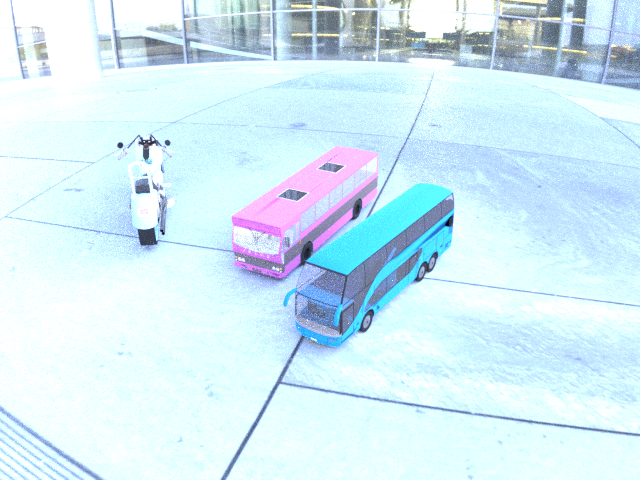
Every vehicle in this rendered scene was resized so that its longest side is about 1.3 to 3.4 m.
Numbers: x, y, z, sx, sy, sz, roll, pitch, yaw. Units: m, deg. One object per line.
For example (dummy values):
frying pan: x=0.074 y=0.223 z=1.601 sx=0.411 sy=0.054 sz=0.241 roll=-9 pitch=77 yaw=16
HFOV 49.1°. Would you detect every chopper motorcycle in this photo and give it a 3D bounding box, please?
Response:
chopper motorcycle: x=-2.752 y=-1.050 z=11.262 sx=0.906 sy=1.480 sz=3.040 roll=-4 pitch=28 yaw=-9

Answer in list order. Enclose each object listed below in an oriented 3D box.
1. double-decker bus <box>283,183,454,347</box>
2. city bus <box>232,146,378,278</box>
double-decker bus: x=0.793 y=0.255 z=9.204 sx=0.756 sy=1.052 sz=3.251 roll=17 pitch=32 yaw=30
city bus: x=-0.116 y=-0.503 z=10.840 sx=0.926 sy=0.894 sz=3.255 roll=14 pitch=30 yaw=25
